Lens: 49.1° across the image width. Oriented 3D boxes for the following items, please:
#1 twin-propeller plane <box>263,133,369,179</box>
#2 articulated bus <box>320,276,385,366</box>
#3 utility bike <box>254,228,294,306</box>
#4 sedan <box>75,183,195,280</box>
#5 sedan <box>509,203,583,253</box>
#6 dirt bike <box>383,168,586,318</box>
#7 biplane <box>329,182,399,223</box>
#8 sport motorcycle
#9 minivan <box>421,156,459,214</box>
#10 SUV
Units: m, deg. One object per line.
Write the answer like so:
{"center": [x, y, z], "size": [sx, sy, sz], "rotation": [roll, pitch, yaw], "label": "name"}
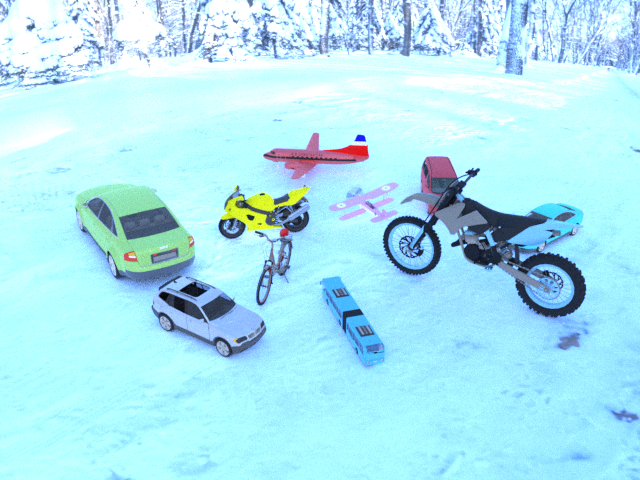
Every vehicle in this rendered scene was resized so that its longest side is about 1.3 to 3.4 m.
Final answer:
{"center": [-0.090, -1.742, 13.807], "size": [2.129, 0.792, 2.663], "rotation": [4, 27, 7], "label": "twin-propeller plane"}
{"center": [0.396, 0.997, 8.989], "size": [0.311, 0.289, 1.749], "rotation": [-8, 28, -15], "label": "articulated bus"}
{"center": [-0.571, 0.256, 9.720], "size": [0.535, 0.946, 1.435], "rotation": [8, 28, 15], "label": "utility bike"}
{"center": [-2.971, -0.346, 10.906], "size": [1.235, 0.940, 3.137], "rotation": [-16, 31, -28], "label": "sedan"}
{"center": [3.606, -0.261, 11.242], "size": [1.613, 0.483, 0.635], "rotation": [-21, 34, -35], "label": "sedan"}
{"center": [2.147, 0.008, 9.412], "size": [2.903, 1.666, 1.024], "rotation": [16, 31, 29], "label": "dirt bike"}
{"center": [0.822, -0.542, 11.770], "size": [1.336, 0.504, 1.090], "rotation": [-14, 30, -25], "label": "biplane"}
{"center": [-0.885, -0.457, 11.255], "size": [1.520, 0.821, 0.506], "rotation": [-7, 28, -13], "label": "sport motorcycle"}
{"center": [2.160, -0.970, 12.488], "size": [0.681, 0.616, 1.548], "rotation": [0, 27, 1], "label": "minivan"}
{"center": [-1.420, 0.914, 8.831], "size": [1.572, 0.580, 0.656], "rotation": [17, 32, 30], "label": "SUV"}
